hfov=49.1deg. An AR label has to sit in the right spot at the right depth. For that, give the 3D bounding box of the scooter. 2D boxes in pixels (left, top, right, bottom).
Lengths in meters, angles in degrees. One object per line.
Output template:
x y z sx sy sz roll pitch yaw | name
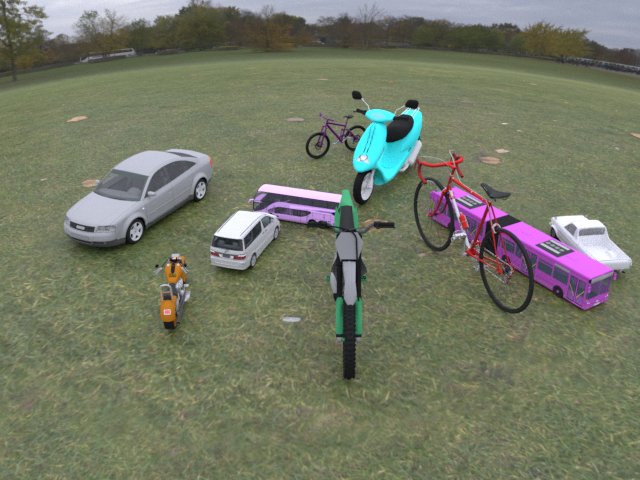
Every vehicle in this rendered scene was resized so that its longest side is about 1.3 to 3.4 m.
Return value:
1.280 -1.873 12.907 1.288 1.786 2.721 15 32 26 | scooter

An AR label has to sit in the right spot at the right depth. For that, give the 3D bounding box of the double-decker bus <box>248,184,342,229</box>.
-0.372 -0.572 11.792 1.672 0.541 0.389 9 29 17 | double-decker bus

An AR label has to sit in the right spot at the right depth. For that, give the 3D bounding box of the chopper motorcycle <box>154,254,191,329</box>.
-1.965 0.557 9.443 0.466 0.761 1.563 -2 28 -4 | chopper motorcycle

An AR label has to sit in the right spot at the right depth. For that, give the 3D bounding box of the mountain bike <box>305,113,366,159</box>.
0.355 -2.174 14.447 1.469 0.868 0.573 -15 31 -25 | mountain bike

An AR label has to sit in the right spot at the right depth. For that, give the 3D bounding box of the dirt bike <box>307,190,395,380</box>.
0.361 0.368 8.835 1.024 1.666 2.903 0 28 1 | dirt bike

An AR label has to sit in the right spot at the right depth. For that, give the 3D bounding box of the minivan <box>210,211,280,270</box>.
-1.130 -0.103 10.835 0.681 0.616 1.548 9 29 16 | minivan

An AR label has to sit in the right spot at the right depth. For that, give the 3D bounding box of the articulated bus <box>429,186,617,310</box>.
2.916 0.015 10.670 0.605 0.561 3.401 -16 32 -27 | articulated bus

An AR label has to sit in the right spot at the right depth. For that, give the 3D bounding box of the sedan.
-3.029 -0.876 11.939 1.235 0.940 3.137 13 31 22 | sedan

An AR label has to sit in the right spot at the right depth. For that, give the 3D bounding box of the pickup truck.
4.122 0.003 10.747 0.640 0.511 1.603 -4 28 -7 | pickup truck

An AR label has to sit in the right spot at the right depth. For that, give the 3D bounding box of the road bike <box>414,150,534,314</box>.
2.102 -0.210 9.930 0.697 1.656 3.004 -11 30 -20 | road bike
